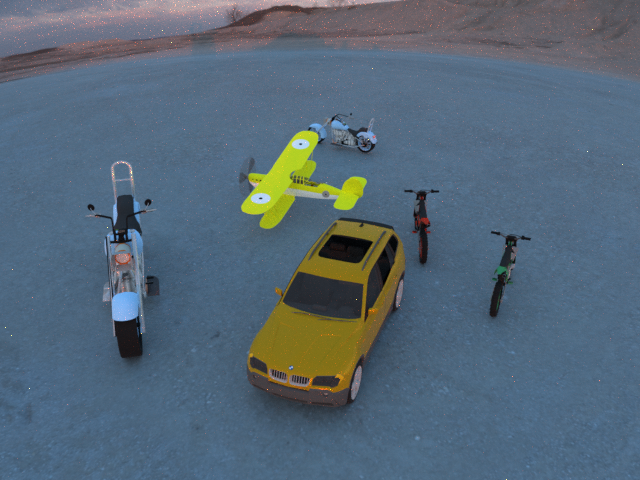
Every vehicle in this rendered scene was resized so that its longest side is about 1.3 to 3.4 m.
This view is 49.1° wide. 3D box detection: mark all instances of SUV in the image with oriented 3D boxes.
[{"bbox_3d":[0.184,0.732,8.520,1.276,1.128,3.058,10,31,18],"label":"SUV"}]

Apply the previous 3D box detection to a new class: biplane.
[{"bbox_3d":[-0.317,-0.861,11.520,2.120,0.981,2.598,10,31,17],"label":"biplane"}]

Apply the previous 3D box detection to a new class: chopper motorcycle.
[{"bbox_3d":[0.436,-2.222,14.181,1.563,0.761,0.466,16,33,27],"label":"chopper motorcycle"},{"bbox_3d":[-2.548,0.163,9.177,0.906,1.480,3.040,-6,30,-11],"label":"chopper motorcycle"}]

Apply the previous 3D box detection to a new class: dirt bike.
[{"bbox_3d":[2.492,0.371,9.443,0.527,0.857,1.493,12,31,20],"label":"dirt bike"},{"bbox_3d":[1.534,-0.304,10.650,0.527,0.857,1.493,1,29,2],"label":"dirt bike"}]
